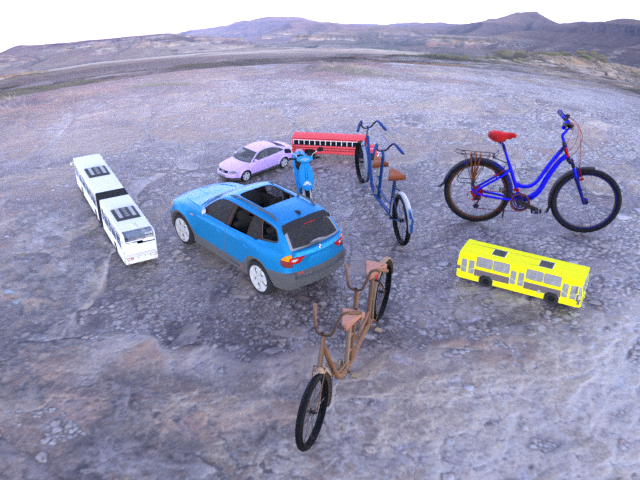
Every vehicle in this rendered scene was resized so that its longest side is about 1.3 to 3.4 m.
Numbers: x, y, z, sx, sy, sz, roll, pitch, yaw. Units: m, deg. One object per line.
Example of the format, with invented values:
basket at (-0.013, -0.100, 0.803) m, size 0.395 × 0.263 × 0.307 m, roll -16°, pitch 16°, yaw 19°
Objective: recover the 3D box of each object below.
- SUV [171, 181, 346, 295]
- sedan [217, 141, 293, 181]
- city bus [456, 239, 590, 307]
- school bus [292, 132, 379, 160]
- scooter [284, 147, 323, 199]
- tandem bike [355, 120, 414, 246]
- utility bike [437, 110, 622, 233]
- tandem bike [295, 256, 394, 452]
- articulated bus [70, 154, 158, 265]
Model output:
SUV at (-0.972, -0.272, 10.109) m, size 1.276 × 1.128 × 3.058 m, roll -23°, pitch 36°, yaw -36°
sedan at (-1.205, -1.536, 13.110) m, size 0.635 × 0.483 × 1.613 m, roll 25°, pitch 37°, yaw 38°
city bus at (2.724, 0.454, 9.472) m, size 1.674 × 0.460 × 0.476 m, roll 15°, pitch 32°, yaw 25°
school bus at (0.310, -1.861, 13.759) m, size 1.708 × 0.434 × 0.365 m, roll 3°, pitch 29°, yaw 6°
scooter at (-0.293, -1.214, 12.061) m, size 0.662 × 0.919 × 1.399 m, roll -4°, pitch 29°, yaw -7°
tandem bike at (0.988, -1.069, 11.368) m, size 0.550 × 1.326 × 3.192 m, roll -6°, pitch 29°, yaw -10°
utility bike at (3.267, -1.091, 10.872) m, size 2.791 × 1.839 × 1.039 m, roll 7°, pitch 29°, yaw 12°
tandem bike at (0.363, 0.912, 7.723) m, size 0.550 × 1.326 × 3.192 m, roll 10°, pitch 30°, yaw 18°
articulated bus at (-3.359, -0.586, 11.280) m, size 0.605 × 0.561 × 3.401 m, roll -15°, pitch 32°, yaw -25°
